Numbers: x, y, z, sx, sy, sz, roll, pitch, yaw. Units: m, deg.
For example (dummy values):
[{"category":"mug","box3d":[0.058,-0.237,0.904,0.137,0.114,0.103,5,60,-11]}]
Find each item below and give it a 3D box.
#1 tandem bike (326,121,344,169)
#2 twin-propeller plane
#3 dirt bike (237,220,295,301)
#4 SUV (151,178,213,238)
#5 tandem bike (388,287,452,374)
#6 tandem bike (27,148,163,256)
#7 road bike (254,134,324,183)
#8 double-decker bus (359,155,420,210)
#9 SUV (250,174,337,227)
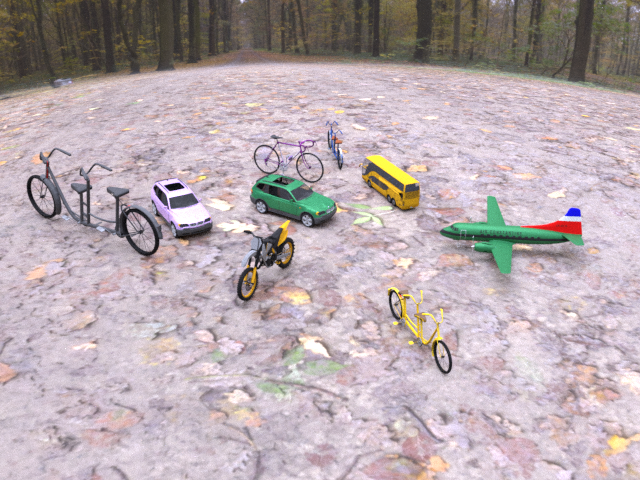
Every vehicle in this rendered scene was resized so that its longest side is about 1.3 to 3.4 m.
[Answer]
[{"category":"tandem bike","box3d":[0.303,-1.989,14.327,0.283,0.682,1.642,-4,28,-8]},{"category":"twin-propeller plane","box3d":[2.916,-0.184,10.712,2.129,0.792,2.663,4,28,7]},{"category":"dirt bike","box3d":[-0.742,0.225,9.849,0.527,0.857,1.493,13,30,24]},{"category":"SUV","box3d":[-2.344,-0.574,11.697,0.656,0.580,1.572,-15,31,-27]},{"category":"tandem bike","box3d":[1.207,0.971,8.596,0.283,0.682,1.642,-10,29,-18]},{"category":"tandem bike","box3d":[-3.665,-0.654,11.041,3.192,1.326,0.550,17,32,30]},{"category":"road bike","box3d":[-0.613,-1.577,13.345,1.545,0.852,0.358,14,30,24]},{"category":"double-decker bus","box3d":[1.252,-1.078,12.715,0.389,0.541,1.672,-11,29,-21]},{"category":"SUV","box3d":[-0.466,-0.715,11.970,1.572,0.580,0.656,17,32,30]}]
